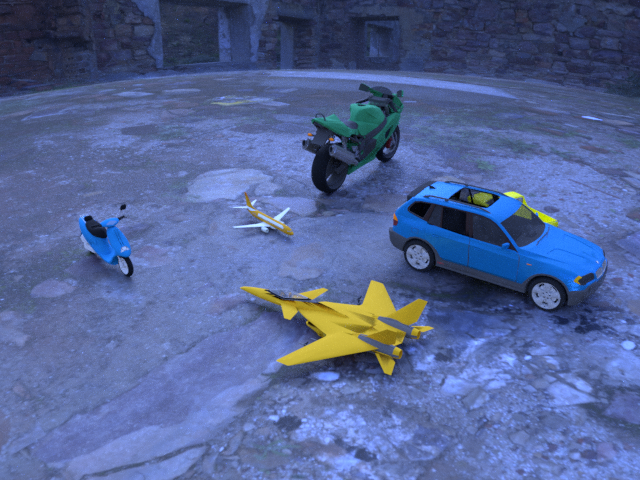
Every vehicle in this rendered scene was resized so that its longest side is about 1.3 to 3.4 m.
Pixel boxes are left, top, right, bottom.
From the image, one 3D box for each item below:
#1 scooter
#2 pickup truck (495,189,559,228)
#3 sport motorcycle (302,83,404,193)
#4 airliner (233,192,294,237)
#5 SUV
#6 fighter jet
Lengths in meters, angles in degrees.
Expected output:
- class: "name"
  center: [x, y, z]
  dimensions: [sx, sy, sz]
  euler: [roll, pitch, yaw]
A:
- class: "scooter"
  center: [-3.155, -0.064, 10.233]
  dimensions: [0.662, 0.919, 1.399]
  euler: [-24, 35, -39]
- class: "pickup truck"
  center: [3.136, -0.478, 11.519]
  dimensions: [0.640, 0.511, 1.603]
  euler: [-14, 30, -26]
- class: "sport motorcycle"
  center: [0.745, -1.967, 13.288]
  dimensions: [0.983, 1.596, 2.955]
  euler: [18, 31, 31]
- class: "airliner"
  center: [-0.856, -0.413, 11.480]
  dimensions: [1.161, 0.429, 1.307]
  euler: [-22, 34, -37]
- class: "SUV"
  center: [2.479, -0.031, 9.930]
  dimensions: [3.058, 1.128, 1.276]
  euler: [18, 31, 31]
- class: "fighter jet"
  center: [0.010, 0.820, 8.864]
  dimensions: [2.640, 0.557, 2.229]
  euler: [16, 31, 29]
